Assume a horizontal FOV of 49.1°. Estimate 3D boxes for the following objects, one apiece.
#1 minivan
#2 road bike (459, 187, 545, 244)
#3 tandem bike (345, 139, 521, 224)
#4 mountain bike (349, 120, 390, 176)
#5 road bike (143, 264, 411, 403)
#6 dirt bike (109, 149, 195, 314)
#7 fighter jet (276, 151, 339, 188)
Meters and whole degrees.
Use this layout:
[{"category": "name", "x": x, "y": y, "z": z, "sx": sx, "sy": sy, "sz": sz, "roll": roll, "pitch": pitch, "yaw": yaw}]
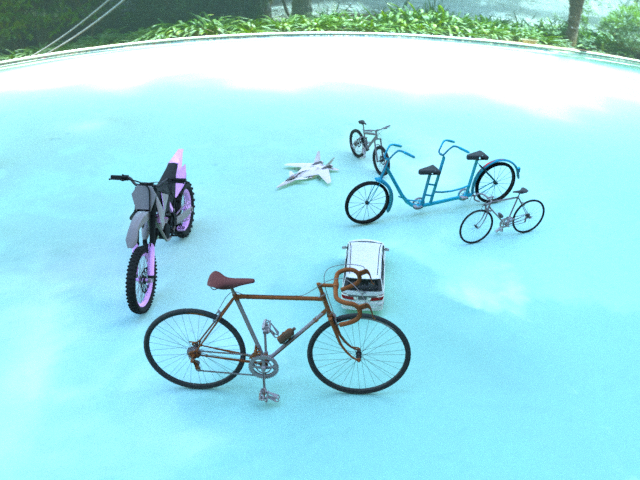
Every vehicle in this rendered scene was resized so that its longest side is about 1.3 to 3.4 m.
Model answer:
[{"category": "minivan", "x": 0.626, "y": 0.378, "z": 9.848, "sx": 0.681, "sy": 0.616, "sz": 1.548, "roll": 3, "pitch": 31, "yaw": 4}, {"category": "road bike", "x": 2.864, "y": -0.399, "z": 10.906, "sx": 1.545, "sy": 0.852, "sz": 0.358, "roll": -11, "pitch": 33, "yaw": -17}, {"category": "tandem bike", "x": 1.911, "y": -1.023, "z": 11.481, "sx": 3.192, "sy": 1.326, "sz": 0.550, "roll": -10, "pitch": 32, "yaw": -16}, {"category": "mountain bike", "x": 0.925, "y": -1.803, "z": 13.216, "sx": 0.573, "sy": 0.868, "sz": 1.469, "roll": -14, "pitch": 34, "yaw": -22}, {"category": "road bike", "x": -0.489, "y": 1.051, "z": 7.727, "sx": 3.004, "sy": 1.656, "sz": 0.697, "roll": 1, "pitch": 31, "yaw": 2}, {"category": "dirt bike", "x": -2.246, "y": -0.295, "z": 9.947, "sx": 1.024, "sy": 1.666, "sz": 2.903, "roll": 3, "pitch": 31, "yaw": 5}, {"category": "fighter jet", "x": -0.314, "y": -1.258, "z": 12.875, "sx": 1.147, "sy": 0.286, "sz": 1.358, "roll": 26, "pitch": 40, "yaw": 36}]
